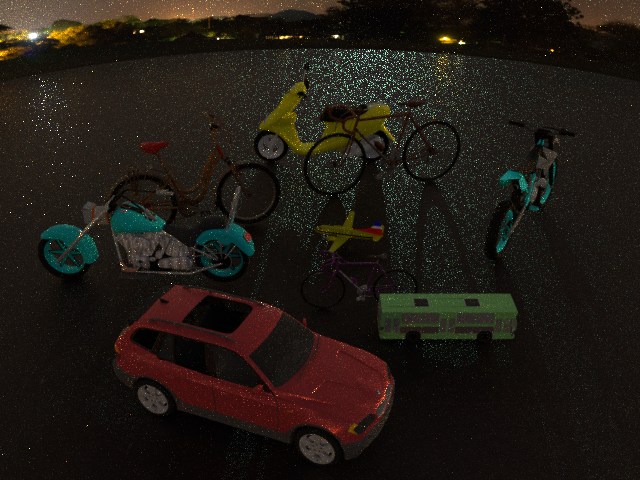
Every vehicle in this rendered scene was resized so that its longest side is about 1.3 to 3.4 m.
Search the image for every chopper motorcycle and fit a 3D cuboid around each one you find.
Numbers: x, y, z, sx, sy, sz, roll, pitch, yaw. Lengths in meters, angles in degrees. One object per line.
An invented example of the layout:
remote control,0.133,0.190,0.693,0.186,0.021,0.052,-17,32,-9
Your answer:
chopper motorcycle,-2.421,-0.097,9.602,3.040,1.480,0.906,2,29,4

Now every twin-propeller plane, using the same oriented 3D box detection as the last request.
twin-propeller plane,0.437,-0.157,10.803,1.095,0.407,1.370,8,30,14

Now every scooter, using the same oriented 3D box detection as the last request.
scooter,0.079,-2.319,13.237,2.721,1.786,1.288,0,29,0

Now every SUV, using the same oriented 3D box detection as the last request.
SUV,-0.730,1.306,7.470,3.058,1.128,1.276,11,31,19

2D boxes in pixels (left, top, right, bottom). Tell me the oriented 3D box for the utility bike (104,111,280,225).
utility bike,-2.016,-1.023,10.881,2.791,1.839,1.039,-7,30,-13

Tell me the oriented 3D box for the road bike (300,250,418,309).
road bike,0.513,0.534,9.123,1.545,0.852,0.358,-1,29,-1

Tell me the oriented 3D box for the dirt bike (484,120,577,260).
dirt bike,3.202,-0.882,10.807,1.024,1.666,2.903,18,34,29

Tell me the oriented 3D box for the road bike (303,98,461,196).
road bike,1.134,-1.655,12.189,3.004,1.656,0.697,-10,31,-17

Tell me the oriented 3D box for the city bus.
city bus,1.569,0.972,8.744,1.674,0.460,0.476,0,29,0
